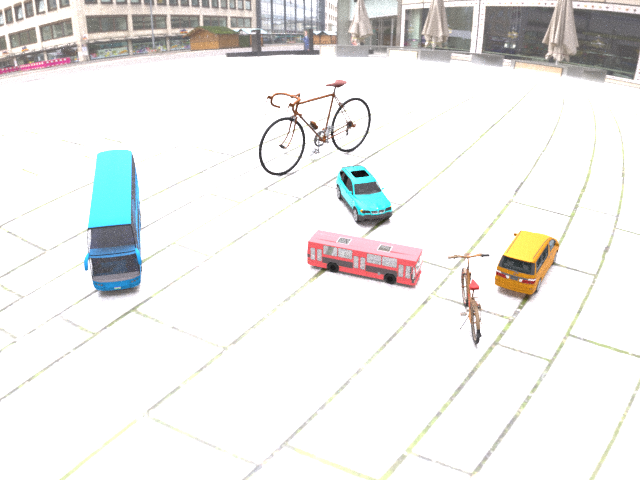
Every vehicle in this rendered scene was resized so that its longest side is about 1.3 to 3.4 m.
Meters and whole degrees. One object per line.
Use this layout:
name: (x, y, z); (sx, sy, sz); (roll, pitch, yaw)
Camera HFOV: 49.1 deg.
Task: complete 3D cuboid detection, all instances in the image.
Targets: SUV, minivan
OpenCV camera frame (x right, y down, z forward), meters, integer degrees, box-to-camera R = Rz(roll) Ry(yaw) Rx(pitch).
SUV: (0.750, -0.837, 12.270); (0.656, 0.580, 1.572); (-8, 29, -14)
minivan: (3.076, 0.221, 10.280); (0.681, 0.616, 1.548); (16, 32, 27)

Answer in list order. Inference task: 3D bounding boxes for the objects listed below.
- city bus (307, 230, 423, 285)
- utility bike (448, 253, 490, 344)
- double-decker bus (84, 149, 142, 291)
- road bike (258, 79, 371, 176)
city bus: (0.655, 0.269, 10.354); (1.674, 0.460, 0.476); (11, 30, 19)
utility bike: (1.916, 0.677, 9.093); (0.535, 0.946, 1.435); (1, 28, 2)
double-decker bus: (-3.178, -0.373, 10.918); (0.756, 1.052, 3.251); (-6, 29, -12)
road bike: (-0.034, -2.301, 13.843); (3.004, 1.656, 0.697); (-23, 36, -36)
